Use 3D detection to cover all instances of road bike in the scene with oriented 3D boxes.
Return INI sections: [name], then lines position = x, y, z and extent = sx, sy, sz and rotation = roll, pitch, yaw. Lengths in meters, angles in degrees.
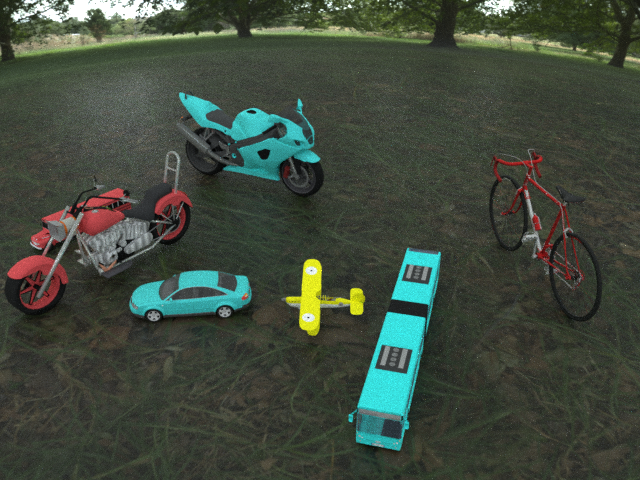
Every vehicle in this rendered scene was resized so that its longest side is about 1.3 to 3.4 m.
[road bike]
position = 3.065, -0.179, 9.715
extent = 0.696, 1.656, 3.004
rotation = -7, 30, -12

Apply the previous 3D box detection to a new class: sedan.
[sedan]
position = -1.728, 0.705, 9.346
extent = 1.613, 0.483, 0.635
rotation = -3, 30, -5

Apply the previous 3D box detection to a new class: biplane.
[biplane]
position = 0.040, 0.814, 9.134
extent = 1.090, 0.504, 1.336
rotation = 1, 30, 2

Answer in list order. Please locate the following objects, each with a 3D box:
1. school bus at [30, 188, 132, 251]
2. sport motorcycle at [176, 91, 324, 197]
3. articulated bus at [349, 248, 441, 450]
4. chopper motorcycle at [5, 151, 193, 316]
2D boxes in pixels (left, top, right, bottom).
[school bus]
position = -3.828, -0.336, 11.226
extent = 0.365, 0.434, 1.708
rotation = 22, 36, 34
[sport motorcycle]
position = -1.251, -1.734, 12.508
extent = 2.955, 1.596, 0.983
rotation = 15, 33, 24
[articulated bus]
position = 1.020, 1.142, 8.500
extent = 0.605, 0.561, 3.401
rotation = 8, 30, 13
[chopper motorcycle]
position = -3.033, -0.153, 9.847
extent = 0.906, 1.480, 3.040
rotation = 22, 36, 33
